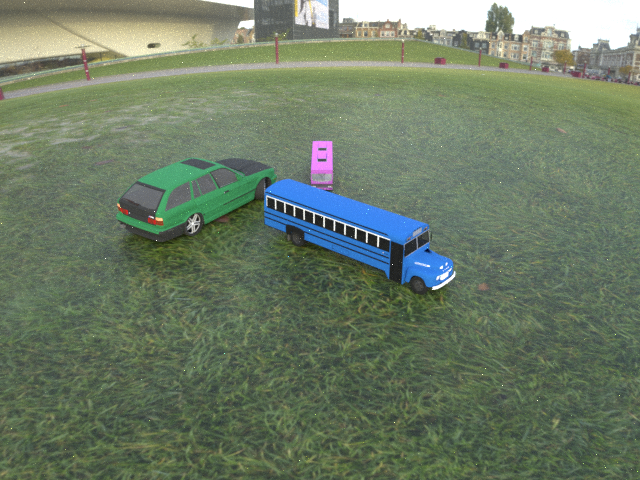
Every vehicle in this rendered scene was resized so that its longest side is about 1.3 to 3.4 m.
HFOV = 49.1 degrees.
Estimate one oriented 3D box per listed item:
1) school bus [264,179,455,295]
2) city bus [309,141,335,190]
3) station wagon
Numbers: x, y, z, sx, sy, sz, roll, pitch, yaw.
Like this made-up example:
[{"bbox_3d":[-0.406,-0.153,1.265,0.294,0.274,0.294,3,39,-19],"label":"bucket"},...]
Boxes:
[{"bbox_3d":[0.545,-0.114,10.773,3.322,0.844,0.709,21,34,35],"label":"school bus"},{"bbox_3d":[0.043,-1.474,13.885,0.476,0.460,1.674,0,27,1],"label":"city bus"},{"bbox_3d":[-2.067,-0.942,12.323,1.327,0.920,3.105,18,32,31],"label":"station wagon"}]
